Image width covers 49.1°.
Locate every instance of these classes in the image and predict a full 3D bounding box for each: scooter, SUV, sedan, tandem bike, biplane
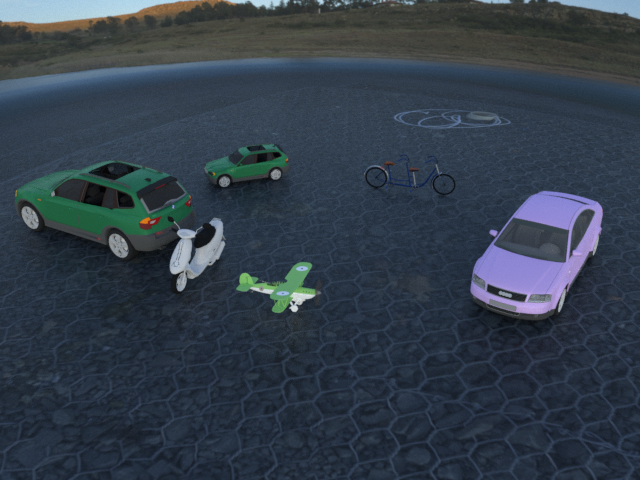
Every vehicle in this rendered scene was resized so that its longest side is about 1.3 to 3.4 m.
[{"bbox_3d":[-1.682,0.072,9.609,0.662,0.919,1.399,10,29,19],"label":"scooter"},{"bbox_3d":[-3.358,-0.638,10.771,3.058,1.128,1.276,15,31,27],"label":"SUV"},{"bbox_3d":[3.058,0.035,9.659,1.235,0.940,3.137,16,31,28],"label":"sedan"},{"bbox_3d":[-1.345,-1.403,12.875,1.572,0.580,0.656,-10,29,-19],"label":"SUV"},{"bbox_3d":[1.567,-1.170,12.307,1.642,0.682,0.283,7,28,14],"label":"tandem bike"},{"bbox_3d":[-0.510,0.618,8.995,1.090,0.504,1.336,6,28,12],"label":"biplane"}]
